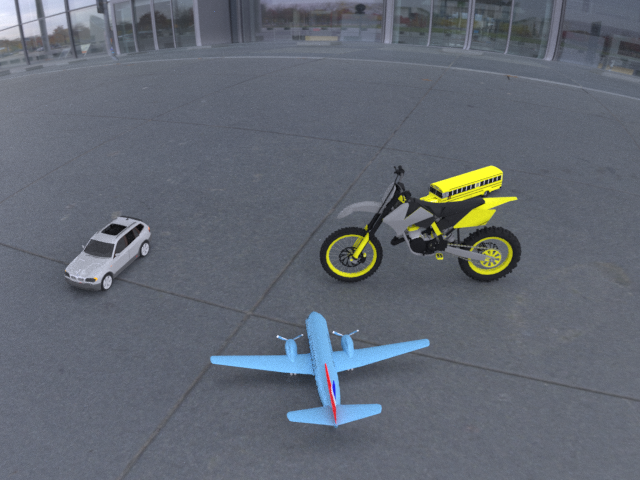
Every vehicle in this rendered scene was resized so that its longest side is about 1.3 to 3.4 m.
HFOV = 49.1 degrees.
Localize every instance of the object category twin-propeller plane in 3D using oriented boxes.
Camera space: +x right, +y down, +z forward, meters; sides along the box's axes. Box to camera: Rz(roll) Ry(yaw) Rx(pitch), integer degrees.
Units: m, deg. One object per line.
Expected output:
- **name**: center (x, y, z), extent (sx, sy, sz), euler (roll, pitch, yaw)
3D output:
- **twin-propeller plane**: center (0.043, 1.382, 8.258), extent (2.663, 0.792, 2.129), euler (-4, 31, -6)

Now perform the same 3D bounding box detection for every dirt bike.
- **dirt bike**: center (1.444, -0.098, 9.868), extent (2.903, 1.666, 1.024), euler (-1, 31, -1)

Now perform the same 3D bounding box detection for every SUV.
- **SUV**: center (-3.156, 0.166, 10.481), extent (0.656, 0.580, 1.572), euler (11, 33, 18)

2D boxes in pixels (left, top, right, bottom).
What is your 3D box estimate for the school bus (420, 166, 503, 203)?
- **school bus**: center (2.486, -0.898, 12.389), extent (1.708, 0.434, 0.365), euler (-18, 35, -27)
